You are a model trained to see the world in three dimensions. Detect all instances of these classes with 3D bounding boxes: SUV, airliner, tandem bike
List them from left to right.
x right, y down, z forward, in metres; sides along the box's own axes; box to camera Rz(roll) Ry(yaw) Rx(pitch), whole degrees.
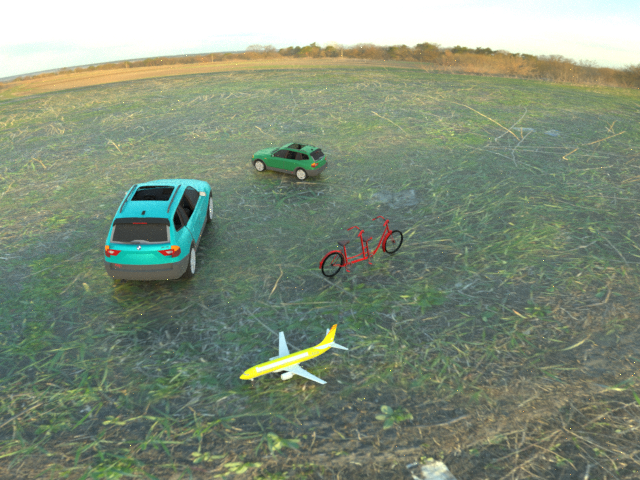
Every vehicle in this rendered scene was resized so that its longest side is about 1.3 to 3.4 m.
[{"bbox_3d":[-2.455,-0.380,10.905,1.276,1.128,3.058,0,27,0],"label":"SUV"},{"bbox_3d":[-0.621,-1.642,14.003,1.572,0.580,0.656,14,30,25],"label":"SUV"},{"bbox_3d":[-0.347,1.340,8.282,1.307,0.429,1.161,-14,30,-25],"label":"airliner"},{"bbox_3d":[0.646,0.075,10.500,1.642,0.682,0.283,-19,32,-32],"label":"tandem bike"}]
